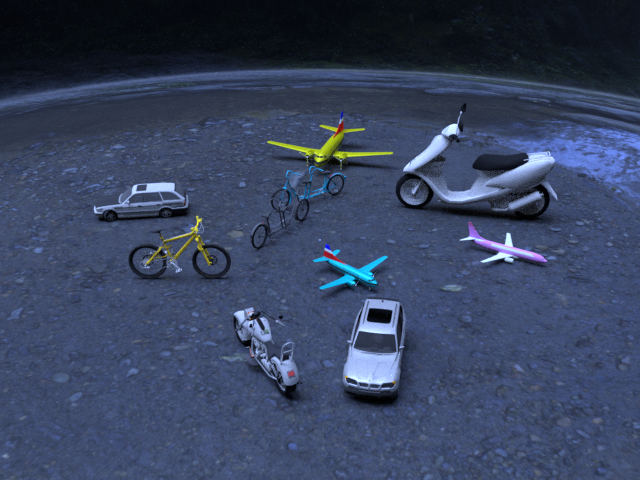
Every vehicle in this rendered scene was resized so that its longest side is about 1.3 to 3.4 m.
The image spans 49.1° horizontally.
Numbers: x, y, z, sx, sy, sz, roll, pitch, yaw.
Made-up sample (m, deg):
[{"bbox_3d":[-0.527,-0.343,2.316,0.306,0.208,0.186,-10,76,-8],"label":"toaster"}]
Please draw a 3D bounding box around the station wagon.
[{"bbox_3d":[-3.104,-0.692,12.147,1.597,0.473,0.682,-4,27,-8],"label":"station wagon"}]

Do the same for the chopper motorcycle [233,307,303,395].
[{"bbox_3d":[-0.662,1.151,8.120,0.466,0.761,1.563,-14,30,-25],"label":"chopper motorcycle"}]

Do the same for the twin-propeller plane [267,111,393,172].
[{"bbox_3d":[0.236,-2.034,14.488,2.663,0.792,2.129,7,27,14],"label":"twin-propeller plane"}]

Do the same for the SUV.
[{"bbox_3d":[0.666,1.217,8.190,0.656,0.580,1.572,5,27,9],"label":"SUV"}]

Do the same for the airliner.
[{"bbox_3d":[2.836,0.060,10.684,1.307,0.429,1.161,16,31,29],"label":"airliner"}]

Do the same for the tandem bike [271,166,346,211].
[{"bbox_3d":[-0.185,-0.988,12.509,1.642,0.682,0.283,-18,32,-32],"label":"tandem bike"}]

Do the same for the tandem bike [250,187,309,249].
[{"bbox_3d":[-0.633,-0.401,11.329,0.283,0.682,1.642,16,31,29],"label":"tandem bike"}]

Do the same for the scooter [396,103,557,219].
[{"bbox_3d":[2.661,-1.272,11.840,2.721,1.786,1.288,6,27,11],"label":"scooter"}]

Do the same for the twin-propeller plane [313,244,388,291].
[{"bbox_3d":[0.429,0.397,10.033,1.370,0.407,1.095,-23,35,-38],"label":"twin-propeller plane"}]

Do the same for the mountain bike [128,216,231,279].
[{"bbox_3d":[-2.012,0.169,9.973,1.469,0.868,0.573,0,26,0],"label":"mountain bike"}]
